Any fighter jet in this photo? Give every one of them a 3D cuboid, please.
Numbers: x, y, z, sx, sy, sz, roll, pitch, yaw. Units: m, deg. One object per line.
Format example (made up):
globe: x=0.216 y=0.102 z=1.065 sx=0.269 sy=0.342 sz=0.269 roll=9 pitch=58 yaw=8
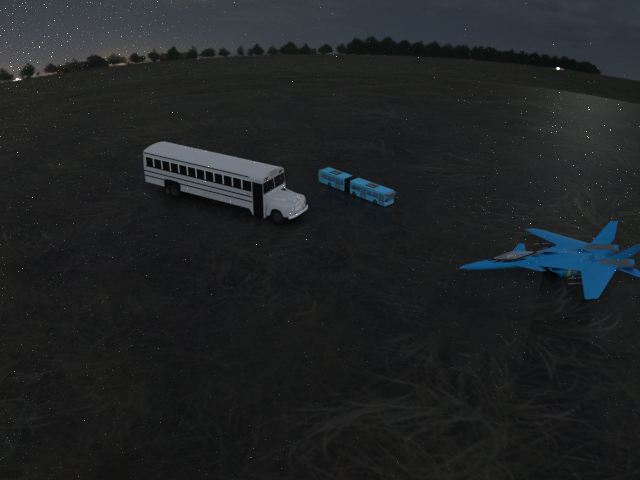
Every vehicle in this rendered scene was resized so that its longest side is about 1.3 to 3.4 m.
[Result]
fighter jet: x=3.386 y=0.196 z=10.478 sx=2.640 sy=0.557 sz=2.229 roll=-3 pitch=27 yaw=-6

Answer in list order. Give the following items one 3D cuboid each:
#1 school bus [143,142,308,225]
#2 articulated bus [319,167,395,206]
school bus: x=-1.745 y=-1.076 z=12.702 sx=3.322 sy=0.844 sz=0.709 roll=15 pitch=30 yaw=27
articulated bus: x=0.666 y=-1.019 z=13.209 sx=0.311 sy=0.289 sz=1.749 roll=-24 pitch=35 yaw=-39
